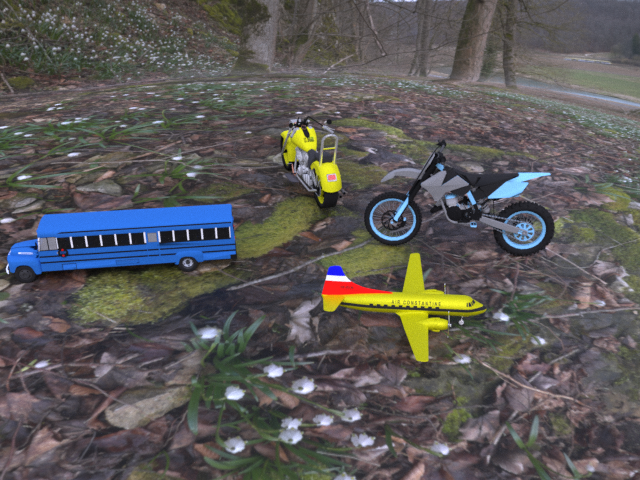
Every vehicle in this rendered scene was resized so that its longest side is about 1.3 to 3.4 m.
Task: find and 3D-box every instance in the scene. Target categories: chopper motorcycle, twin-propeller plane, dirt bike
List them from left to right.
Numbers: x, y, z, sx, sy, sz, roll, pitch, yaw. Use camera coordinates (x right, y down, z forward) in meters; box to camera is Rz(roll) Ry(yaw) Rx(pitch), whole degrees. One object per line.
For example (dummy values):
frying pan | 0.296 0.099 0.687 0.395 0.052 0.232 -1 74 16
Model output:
chopper motorcycle | -0.240 -1.657 13.071 0.906 1.480 3.040 -8 27 -16
twin-propeller plane | 1.082 0.718 9.016 2.129 0.792 2.663 2 26 5
dirt bike | 2.122 -0.576 10.660 2.903 1.666 1.024 4 26 9

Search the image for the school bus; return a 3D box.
school bus | -2.921 0.017 10.385 3.322 0.844 0.709 -4 26 -8
